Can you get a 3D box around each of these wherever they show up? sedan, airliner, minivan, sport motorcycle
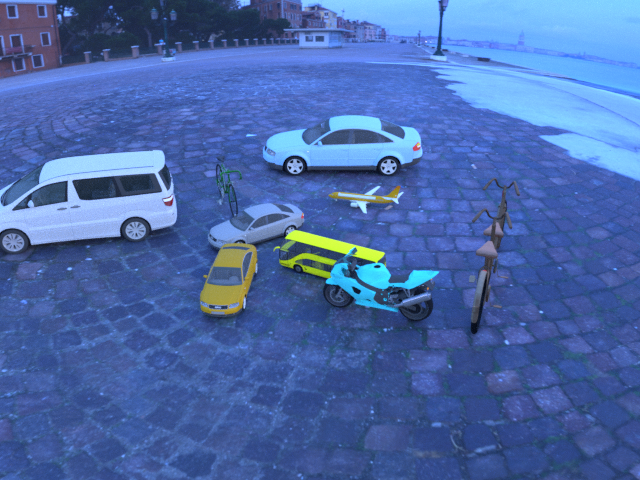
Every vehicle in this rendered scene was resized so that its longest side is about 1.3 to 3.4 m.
[{"bbox_3d":[0.439,-1.909,13.757,3.137,0.940,1.235,0,28,0],"label":"sedan"},{"bbox_3d":[0.779,-0.818,12.263,1.307,0.429,1.161,8,29,14],"label":"airliner"},{"bbox_3d":[-3.846,-0.660,11.157,3.011,1.197,1.324,-6,29,-11],"label":"minivan"},{"bbox_3d":[-1.260,0.488,9.769,0.635,0.483,1.613,2,28,4],"label":"sedan"},{"bbox_3d":[-1.014,-0.257,11.158,1.613,0.483,0.635,-17,33,-29],"label":"sedan"},{"bbox_3d":[0.771,0.616,9.174,1.520,0.821,0.506,8,29,15],"label":"sport motorcycle"}]

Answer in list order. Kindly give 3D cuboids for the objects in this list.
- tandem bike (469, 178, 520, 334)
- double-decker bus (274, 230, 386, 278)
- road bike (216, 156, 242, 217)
[{"bbox_3d":[2.383,0.059,9.678,0.550,1.326,3.192,9,30,17],"label":"tandem bike"},{"bbox_3d":[0.139,0.278,10.100,1.672,0.541,0.389,14,31,25],"label":"double-decker bus"},{"bbox_3d":[-1.627,-0.973,12.106,0.358,0.852,1.545,-10,30,-17],"label":"road bike"}]
